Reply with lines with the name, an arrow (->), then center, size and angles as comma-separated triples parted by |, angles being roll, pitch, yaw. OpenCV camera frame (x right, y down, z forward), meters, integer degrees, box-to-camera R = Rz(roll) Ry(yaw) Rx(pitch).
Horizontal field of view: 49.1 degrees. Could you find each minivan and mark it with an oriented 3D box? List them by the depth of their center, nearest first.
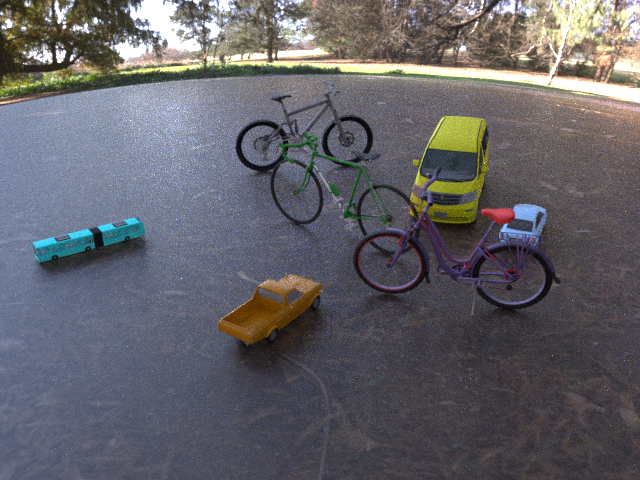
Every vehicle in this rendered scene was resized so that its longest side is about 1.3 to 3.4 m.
minivan -> 2.453, -1.334, 12.889 | 1.324, 1.197, 3.011 | 8, 27, 15

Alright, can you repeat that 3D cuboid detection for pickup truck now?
pickup truck -> -0.619, 0.856, 9.219 | 0.640, 0.511, 1.603 | 17, 31, 30

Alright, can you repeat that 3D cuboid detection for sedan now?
sedan -> 3.386, -0.299, 11.595 | 0.635, 0.483, 1.613 | 11, 28, 22

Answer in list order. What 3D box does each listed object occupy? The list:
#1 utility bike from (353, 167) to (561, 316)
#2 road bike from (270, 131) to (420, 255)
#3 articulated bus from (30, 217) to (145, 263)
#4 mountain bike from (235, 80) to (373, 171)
utility bike -> 1.791, 0.100, 9.250 | 2.791, 1.839, 1.039 | 6, 27, 13
road bike -> 0.320, -0.782, 11.249 | 3.004, 1.656, 0.696 | 19, 32, 34
articulated bus -> -3.693, -0.015, 11.238 | 1.749, 0.289, 0.311 | -17, 31, -31
mountain bike -> -0.299, -2.248, 14.191 | 2.857, 1.688, 1.114 | -5, 27, -10
